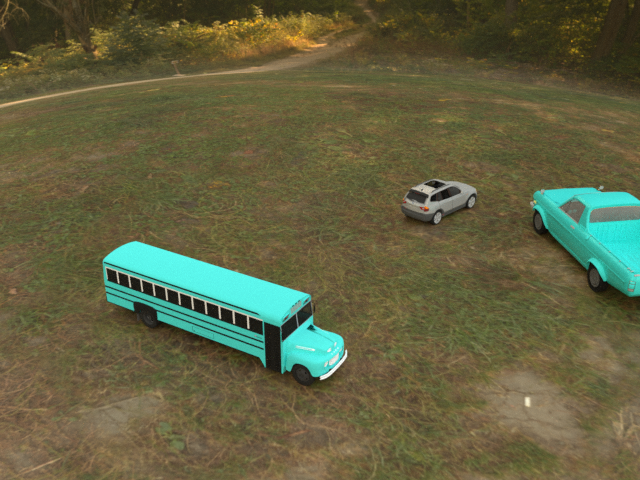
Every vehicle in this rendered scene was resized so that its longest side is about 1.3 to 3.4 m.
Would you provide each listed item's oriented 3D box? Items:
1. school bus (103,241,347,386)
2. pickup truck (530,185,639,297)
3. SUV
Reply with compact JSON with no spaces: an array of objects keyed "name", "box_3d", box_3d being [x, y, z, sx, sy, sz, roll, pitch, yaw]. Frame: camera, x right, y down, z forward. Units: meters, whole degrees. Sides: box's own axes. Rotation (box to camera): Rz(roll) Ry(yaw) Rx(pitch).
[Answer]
[{"name":"school bus","box_3d":[-1.217,0.831,8.586,3.322,0.844,0.709,15,30,27]},{"name":"pickup truck","box_3d":[4.263,-0.120,10.333,1.244,0.993,3.117,-4,27,-8]},{"name":"SUV","box_3d":[2.077,-0.755,12.075,1.572,0.580,0.656,-23,35,-38]}]
